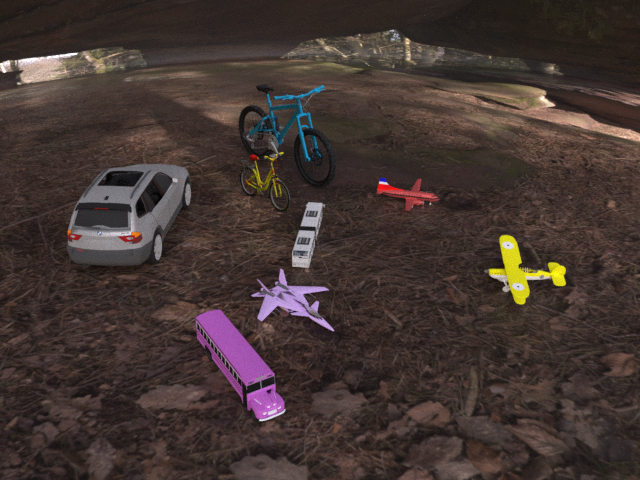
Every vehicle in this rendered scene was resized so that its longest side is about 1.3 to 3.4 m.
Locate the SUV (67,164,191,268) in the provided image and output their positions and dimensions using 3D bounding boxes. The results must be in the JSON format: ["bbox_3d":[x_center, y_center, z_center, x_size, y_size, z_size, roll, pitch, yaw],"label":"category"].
[{"bbox_3d":[-2.904,-0.608,10.905,1.276,1.128,3.058,2,28,3],"label":"SUV"}]

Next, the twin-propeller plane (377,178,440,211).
[{"bbox_3d":[1.527,-0.834,12.094,1.095,0.407,1.370,8,29,14],"label":"twin-propeller plane"}]

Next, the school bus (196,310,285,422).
[{"bbox_3d":[-0.920,1.390,7.904,0.365,0.434,1.708,-16,32,-27],"label":"school bus"}]

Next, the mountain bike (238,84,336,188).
[{"bbox_3d":[-0.682,-2.049,13.008,1.114,1.688,2.857,-22,35,-35],"label":"mountain bike"}]

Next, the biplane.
[{"bbox_3d":[2.788,0.471,9.549,1.090,0.504,1.336,2,28,3],"label":"biplane"}]

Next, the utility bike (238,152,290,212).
[{"bbox_3d":[-0.938,-1.087,11.996,0.535,0.946,1.435,-23,36,-36],"label":"utility bike"}]

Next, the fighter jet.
[{"bbox_3d":[-0.269,0.815,9.136,1.147,0.286,1.358,-22,35,-35],"label":"fighter jet"}]

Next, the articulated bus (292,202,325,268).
[{"bbox_3d":[-0.178,-0.106,10.857,0.311,0.289,1.749,3,28,6],"label":"articulated bus"}]
